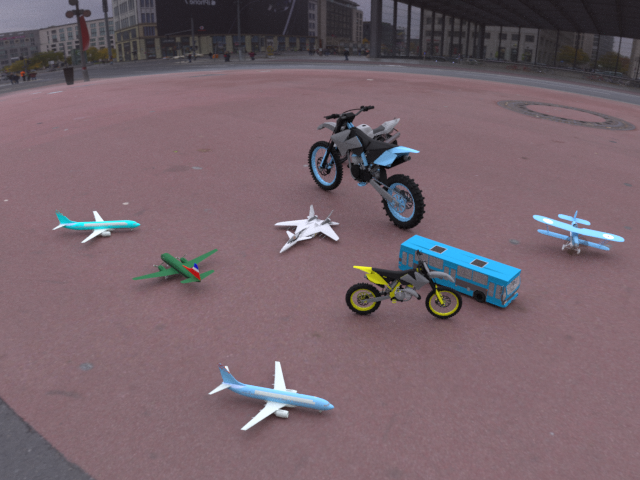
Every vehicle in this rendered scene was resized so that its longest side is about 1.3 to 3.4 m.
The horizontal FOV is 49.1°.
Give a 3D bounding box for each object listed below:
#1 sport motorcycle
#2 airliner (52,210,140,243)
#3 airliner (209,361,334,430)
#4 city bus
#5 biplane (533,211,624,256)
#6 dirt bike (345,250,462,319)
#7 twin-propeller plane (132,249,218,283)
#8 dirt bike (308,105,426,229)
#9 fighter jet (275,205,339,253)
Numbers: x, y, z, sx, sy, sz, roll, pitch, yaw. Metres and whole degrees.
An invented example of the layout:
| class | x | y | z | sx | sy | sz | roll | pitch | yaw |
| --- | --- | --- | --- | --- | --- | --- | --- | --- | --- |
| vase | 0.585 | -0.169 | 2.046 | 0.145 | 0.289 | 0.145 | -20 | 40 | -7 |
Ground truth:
| class | x | y | z | sx | sy | sz | roll | pitch | yaw |
| --- | --- | --- | --- | --- | --- | --- | --- | --- | --- |
| sport motorcycle | 0.909 | -2.012 | 14.097 | 1.520 | 0.821 | 0.506 | -10 | 29 | -19 |
| airliner | -3.554 | -0.315 | 11.186 | 1.307 | 0.429 | 1.161 | -3 | 27 | -7 |
| airliner | -0.486 | 1.582 | 7.451 | 1.307 | 0.429 | 1.161 | 7 | 28 | 13 |
| city bus | 1.901 | 0.429 | 9.688 | 1.674 | 0.460 | 0.476 | 20 | 33 | 34 |
| biplane | 3.923 | -0.119 | 10.718 | 1.336 | 0.504 | 1.090 | 8 | 28 | 15 |
| dirt bike | 1.071 | 0.605 | 8.902 | 1.493 | 0.857 | 0.527 | 3 | 27 | 5 |
| twin-propeller plane | -1.982 | 0.346 | 9.909 | 1.370 | 0.407 | 1.095 | -21 | 34 | -35 |
| dirt bike | 0.699 | -1.307 | 11.774 | 1.024 | 1.666 | 2.903 | -20 | 33 | -34 |
| fighter jet | -0.271 | -0.155 | 11.030 | 1.147 | 0.286 | 1.358 | 14 | 30 | 26 |
